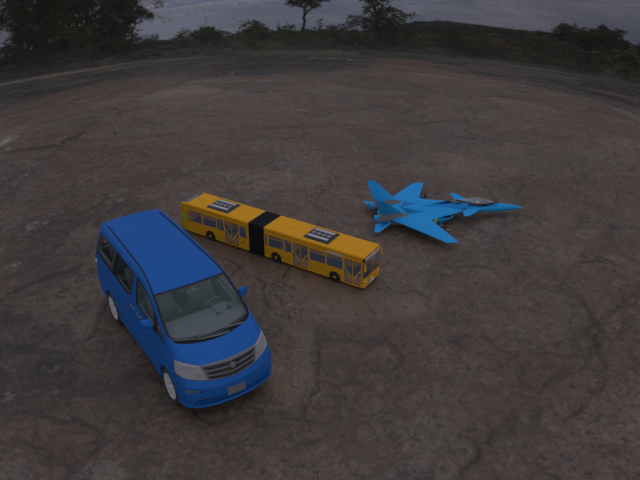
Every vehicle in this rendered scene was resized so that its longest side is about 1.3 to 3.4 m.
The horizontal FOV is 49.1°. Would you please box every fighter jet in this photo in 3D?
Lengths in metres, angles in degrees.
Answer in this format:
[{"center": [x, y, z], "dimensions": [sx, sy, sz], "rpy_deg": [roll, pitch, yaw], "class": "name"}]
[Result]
[{"center": [2.103, -0.628, 11.604], "dimensions": [2.640, 0.557, 2.229], "rpy_deg": [-3, 29, -6], "class": "fighter jet"}]

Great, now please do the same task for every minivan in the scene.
[{"center": [-1.736, 0.725, 8.495], "dimensions": [1.324, 1.197, 3.011], "rpy_deg": [-18, 34, -29], "class": "minivan"}]

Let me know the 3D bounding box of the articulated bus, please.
[{"center": [-0.664, -0.046, 10.548], "dimensions": [3.401, 0.561, 0.605], "rpy_deg": [17, 33, 28], "class": "articulated bus"}]
